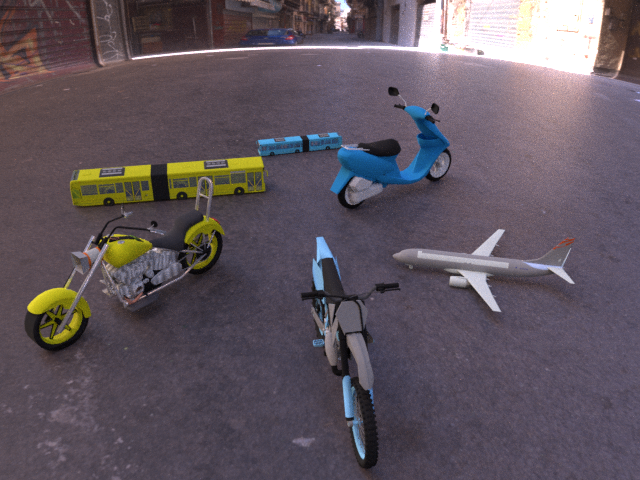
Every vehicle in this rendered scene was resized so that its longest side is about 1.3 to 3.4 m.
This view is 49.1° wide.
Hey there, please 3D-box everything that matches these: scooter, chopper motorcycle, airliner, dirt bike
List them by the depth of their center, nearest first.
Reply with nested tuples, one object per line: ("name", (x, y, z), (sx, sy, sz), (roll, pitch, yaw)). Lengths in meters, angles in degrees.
("dirt bike", (0.249, 1.045, 7.790), (1.024, 1.666, 2.903), (-5, 31, -9))
("chopper motorcycle", (-2.520, 0.260, 9.328), (0.906, 1.480, 3.040), (25, 38, 36))
("airliner", (2.320, 0.191, 10.090), (2.541, 0.835, 2.257), (7, 31, 12))
("scooter", (1.340, -1.607, 12.240), (2.721, 1.786, 1.288), (-19, 35, -30))

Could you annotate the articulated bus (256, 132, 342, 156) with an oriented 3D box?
("articulated bus", (-0.416, -1.968, 14.354), (1.749, 0.289, 0.311), (-8, 31, -13))

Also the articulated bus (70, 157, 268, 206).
("articulated bus", (-2.651, -1.049, 12.500), (3.401, 0.561, 0.605), (-5, 31, -9))
